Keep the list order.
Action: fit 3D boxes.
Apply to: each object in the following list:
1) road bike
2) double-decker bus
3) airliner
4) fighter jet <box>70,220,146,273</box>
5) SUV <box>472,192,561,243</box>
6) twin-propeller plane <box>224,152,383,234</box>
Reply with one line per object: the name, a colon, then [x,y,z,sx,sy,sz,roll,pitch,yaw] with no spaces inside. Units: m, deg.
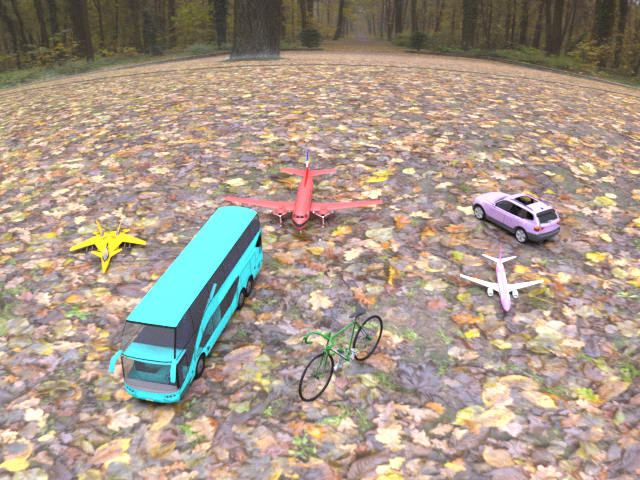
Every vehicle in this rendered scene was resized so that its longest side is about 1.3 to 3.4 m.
road bike: [0.271,1.245,8.065,0.358,0.852,1.545,22,36,35]
double-decker bus: [-1.518,0.714,8.832,0.756,1.052,3.251,7,29,12]
airliner: [2.573,0.529,9.822,1.161,0.429,1.307,4,29,6]
fighter jet: [-3.281,0.086,10.784,1.147,0.286,1.358,-5,29,-9]
SUV: [3.210,-0.475,11.506,0.656,0.580,1.572,-16,32,-27]
twin-propeller plane: [-0.270,-0.812,11.904,2.663,0.792,2.129,2,29,3]
